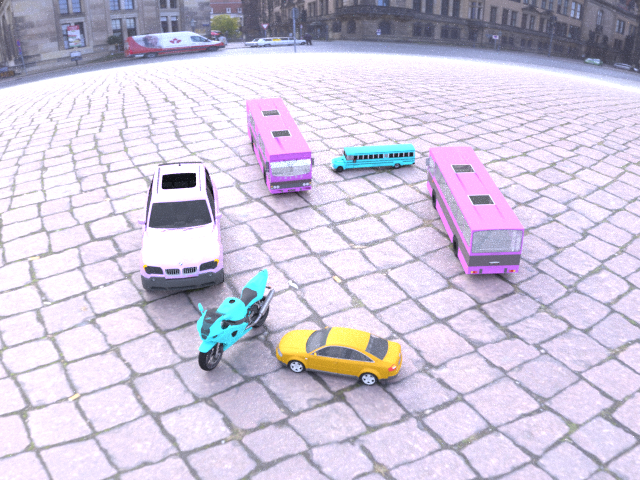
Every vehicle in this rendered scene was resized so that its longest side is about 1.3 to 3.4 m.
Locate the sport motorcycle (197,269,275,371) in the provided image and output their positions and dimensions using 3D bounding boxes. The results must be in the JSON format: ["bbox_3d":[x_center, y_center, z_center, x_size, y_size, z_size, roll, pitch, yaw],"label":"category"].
[{"bbox_3d":[-1.107,1.035,9.125,0.506,0.821,1.520,16,33,25],"label":"sport motorcycle"}]

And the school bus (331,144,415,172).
[{"bbox_3d":[1.076,-1.684,14.301,1.708,0.434,0.365,-4,30,-7],"label":"school bus"}]

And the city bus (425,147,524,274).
[{"bbox_3d":[2.520,-0.557,11.852,0.926,0.894,3.255,-2,30,-3],"label":"city bus"}]

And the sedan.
[{"bbox_3d":[0.232,1.389,8.843,1.613,0.483,0.635,7,30,12],"label":"sedan"}]

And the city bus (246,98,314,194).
[{"bbox_3d":[-0.893,-1.968,14.335,0.926,0.894,3.255,-6,30,-11],"label":"city bus"}]

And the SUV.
[{"bbox_3d":[-2.206,-0.310,11.181,1.276,1.128,3.058,-5,30,-8],"label":"SUV"}]
